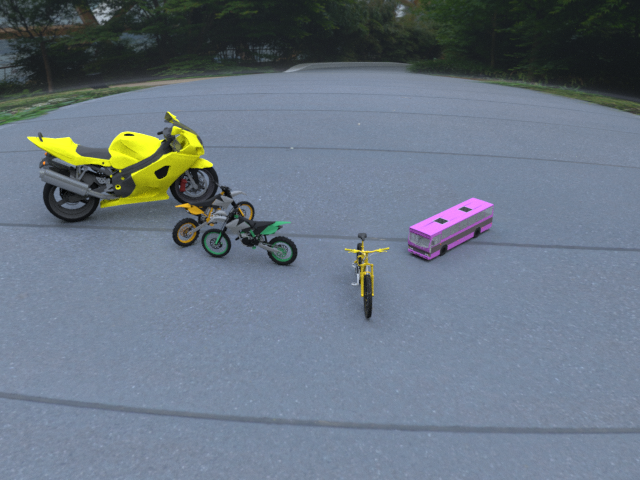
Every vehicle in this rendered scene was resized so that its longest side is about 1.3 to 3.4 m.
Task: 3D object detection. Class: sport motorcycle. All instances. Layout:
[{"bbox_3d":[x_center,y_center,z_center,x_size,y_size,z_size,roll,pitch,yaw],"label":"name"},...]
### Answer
[{"bbox_3d":[-3.186,-1.180,11.695,2.955,1.596,0.983,-8,27,-16],"label":"sport motorcycle"}]

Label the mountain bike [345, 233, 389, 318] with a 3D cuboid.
[{"bbox_3d":[0.586,0.382,9.336,0.573,0.868,1.469,-1,26,-3],"label":"mountain bike"}]

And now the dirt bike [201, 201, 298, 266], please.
[{"bbox_3d":[-1.055,-0.068,10.265,1.493,0.857,0.527,6,27,12],"label":"dirt bike"}]

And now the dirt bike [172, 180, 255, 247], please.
[{"bbox_3d":[-1.669,-0.438,11.020,1.493,0.857,0.527,-19,32,-34],"label":"dirt bike"}]

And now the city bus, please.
[{"bbox_3d":[2.061,-0.178,10.941,1.674,0.460,0.476,-23,34,-39],"label":"city bus"}]
